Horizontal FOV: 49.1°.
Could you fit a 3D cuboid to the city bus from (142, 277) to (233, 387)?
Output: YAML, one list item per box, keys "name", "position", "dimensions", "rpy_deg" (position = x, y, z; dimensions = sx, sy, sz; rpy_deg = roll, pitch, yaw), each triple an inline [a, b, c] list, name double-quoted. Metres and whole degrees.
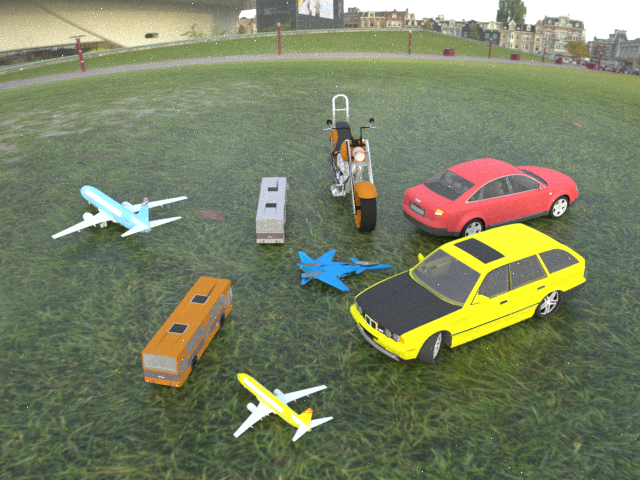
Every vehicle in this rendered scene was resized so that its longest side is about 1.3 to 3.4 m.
- name: "city bus"
  position: [-1.504, 1.048, 8.195]
  dimensions: [0.476, 0.460, 1.674]
  rpy_deg: [6, 28, 12]

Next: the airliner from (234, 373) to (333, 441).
- name: "airliner"
  position: [-0.478, 1.592, 7.172]
  dimensions: [1.161, 0.429, 1.307]
  rpy_deg: [-21, 34, -35]

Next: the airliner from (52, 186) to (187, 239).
- name: "airliner"
  position: [-3.262, -0.638, 11.064]
  dimensions: [2.257, 0.835, 2.541]
  rpy_deg: [-21, 34, -35]

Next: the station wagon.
- name: "station wagon"
  position: [1.871, 0.537, 8.685]
  dimensions: [3.105, 0.920, 1.327]
  rpy_deg: [-15, 31, -27]

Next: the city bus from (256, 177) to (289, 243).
- name: "city bus"
  position: [-0.756, -0.476, 11.159]
  dimensions: [0.476, 0.460, 1.674]
  rpy_deg: [0, 27, -1]

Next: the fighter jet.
- name: "fighter jet"
  position: [0.374, 0.340, 9.761]
  dimensions: [1.358, 0.286, 1.147]
  rpy_deg: [-4, 27, -7]

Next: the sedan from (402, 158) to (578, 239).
- name: "sedan"
  position: [2.806, -0.789, 11.244]
  dimensions: [3.137, 0.940, 1.235]
  rpy_deg: [-14, 30, -25]

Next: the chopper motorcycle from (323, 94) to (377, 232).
- name: "chopper motorcycle"
  position: [0.537, -1.352, 11.748]
  dimensions: [0.906, 1.480, 3.040]
  rpy_deg: [-4, 27, -7]
